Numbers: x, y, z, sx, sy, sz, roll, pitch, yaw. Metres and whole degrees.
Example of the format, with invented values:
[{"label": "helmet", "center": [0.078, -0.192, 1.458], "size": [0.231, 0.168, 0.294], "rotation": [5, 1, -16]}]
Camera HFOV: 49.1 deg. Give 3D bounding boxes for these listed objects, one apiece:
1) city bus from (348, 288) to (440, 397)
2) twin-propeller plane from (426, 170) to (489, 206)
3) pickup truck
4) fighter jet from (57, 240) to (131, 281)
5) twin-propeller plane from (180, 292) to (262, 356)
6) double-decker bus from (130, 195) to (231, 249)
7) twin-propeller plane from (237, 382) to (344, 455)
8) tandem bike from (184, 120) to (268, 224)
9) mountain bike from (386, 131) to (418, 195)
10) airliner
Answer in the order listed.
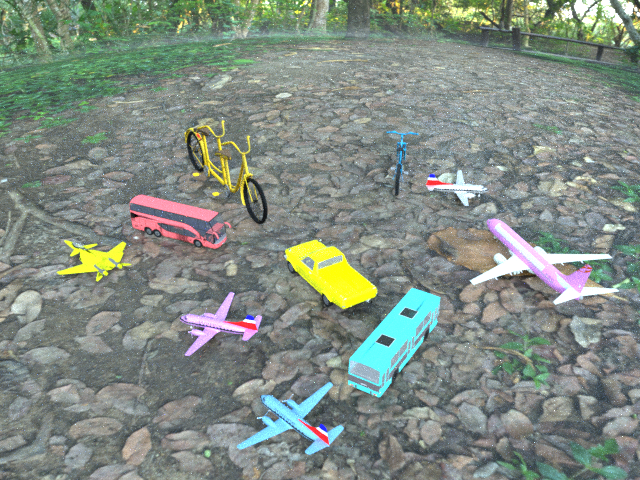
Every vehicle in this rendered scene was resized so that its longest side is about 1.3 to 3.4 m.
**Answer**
[{"label": "city bus", "center": [0.938, 1.235, 8.571], "size": [0.476, 0.460, 1.674], "rotation": [18, 35, 27]}, {"label": "twin-propeller plane", "center": [2.409, -0.953, 12.249], "size": [1.095, 0.407, 1.370], "rotation": [3, 31, 4]}, {"label": "pickup truck", "center": [0.121, 0.430, 9.856], "size": [0.640, 0.511, 1.603], "rotation": [-18, 36, -27]}, {"label": "fighter jet", "center": [-3.488, 0.166, 10.512], "size": [1.358, 0.286, 1.147], "rotation": [25, 39, 35]}, {"label": "twin-propeller plane", "center": [-1.307, 1.042, 8.942], "size": [1.095, 0.407, 1.370], "rotation": [9, 32, 15]}, {"label": "double-decker bus", "center": [-2.217, -0.281, 11.007], "size": [1.672, 0.541, 0.389], "rotation": [13, 34, 21]}, {"label": "twin-propeller plane", "center": [-0.287, 1.898, 7.525], "size": [1.370, 0.407, 1.095], "rotation": [-27, 40, -37]}, {"label": "tandem bike", "center": [-1.693, -1.387, 12.080], "size": [0.550, 1.326, 3.192], "rotation": [-18, 36, -27]}, {"label": "mountain bike", "center": [1.441, -1.428, 12.590], "size": [0.573, 0.868, 1.469], "rotation": [5, 31, 8]}, {"label": "airliner", "center": [3.076, 0.112, 10.070], "size": [2.257, 0.835, 2.541], "rotation": [-9, 32, -15]}]
